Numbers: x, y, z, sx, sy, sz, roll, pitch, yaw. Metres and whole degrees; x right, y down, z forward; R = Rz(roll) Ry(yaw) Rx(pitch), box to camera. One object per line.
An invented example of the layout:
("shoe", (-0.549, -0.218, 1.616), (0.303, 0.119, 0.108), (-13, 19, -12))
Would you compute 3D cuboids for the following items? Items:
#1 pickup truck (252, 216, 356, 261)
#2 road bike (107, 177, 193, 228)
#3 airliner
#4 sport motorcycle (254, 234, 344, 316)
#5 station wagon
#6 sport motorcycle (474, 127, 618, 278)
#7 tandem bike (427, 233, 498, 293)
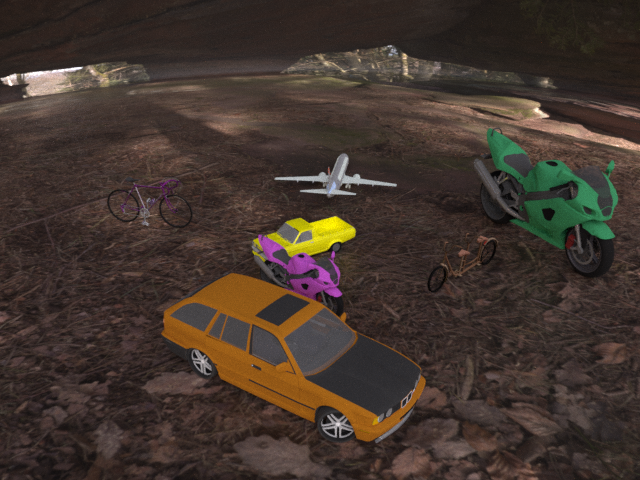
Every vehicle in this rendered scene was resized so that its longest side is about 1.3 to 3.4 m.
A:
("pickup truck", (-0.241, -0.041, 10.763), (1.603, 0.511, 0.640), (-16, 30, -29))
("road bike", (-2.837, -0.636, 11.584), (1.545, 0.852, 0.358), (6, 27, 13))
("airliner", (0.321, -1.363, 13.076), (2.257, 0.835, 2.541), (4, 27, 8))
("sport motorcycle", (-0.274, 0.474, 9.368), (1.520, 0.821, 0.506), (22, 34, 37))
("station wagon", (-0.348, 1.175, 7.835), (3.105, 0.920, 1.327), (17, 31, 31))
("sport motorcycle", (3.427, -0.637, 10.744), (0.983, 1.596, 2.955), (-11, 28, -22))
("tandem bike", (2.077, 0.234, 10.012), (1.642, 0.682, 0.283), (-22, 34, -38))
